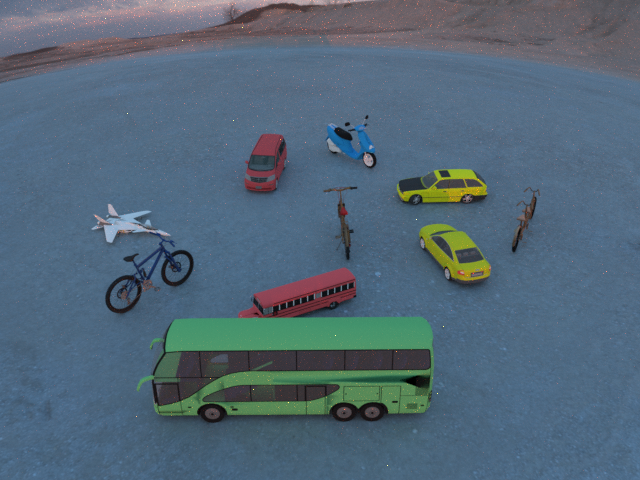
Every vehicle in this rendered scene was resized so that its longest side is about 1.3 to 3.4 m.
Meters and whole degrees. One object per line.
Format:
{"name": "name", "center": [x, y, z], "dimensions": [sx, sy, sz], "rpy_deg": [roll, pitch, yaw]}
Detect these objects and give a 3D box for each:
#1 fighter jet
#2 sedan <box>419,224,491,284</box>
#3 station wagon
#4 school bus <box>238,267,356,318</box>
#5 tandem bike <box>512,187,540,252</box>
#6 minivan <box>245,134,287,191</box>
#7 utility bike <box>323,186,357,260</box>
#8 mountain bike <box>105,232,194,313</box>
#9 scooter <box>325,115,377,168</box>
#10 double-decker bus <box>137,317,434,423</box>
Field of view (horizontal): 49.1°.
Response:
{"name": "fighter jet", "center": [-3.070, -0.275, 11.613], "dimensions": [1.358, 0.286, 1.147], "rpy_deg": [11, 32, 18]}
{"name": "sedan", "center": [2.041, 0.121, 10.737], "dimensions": [0.635, 0.483, 1.613], "rpy_deg": [-9, 31, -14]}
{"name": "station wagon", "center": [2.195, -0.988, 12.652], "dimensions": [1.597, 0.473, 0.682], "rpy_deg": [-2, 30, -3]}
{"name": "school bus", "center": [-0.316, 0.820, 9.587], "dimensions": [1.708, 0.434, 0.365], "rpy_deg": [-15, 33, -24]}
{"name": "tandem bike", "center": [3.354, -0.387, 11.412], "dimensions": [0.283, 0.682, 1.642], "rpy_deg": [14, 33, 23]}
{"name": "minivan", "center": [-1.025, -1.484, 13.361], "dimensions": [0.681, 0.616, 1.548], "rpy_deg": [4, 30, 6]}
{"name": "utility bike", "center": [0.330, -0.332, 11.056], "dimensions": [0.535, 0.946, 1.435], "rpy_deg": [-2, 30, -3]}
{"name": "mountain bike", "center": [-2.376, 0.443, 9.802], "dimensions": [0.573, 0.868, 1.469], "rpy_deg": [25, 39, 36]}
{"name": "scooter", "center": [0.612, -2.029, 13.995], "dimensions": [0.662, 0.919, 1.399], "rpy_deg": [-26, 39, -37]}
{"name": "double-decker bus", "center": [-0.362, 1.440, 7.908], "dimensions": [3.251, 1.052, 0.756], "rpy_deg": [0, 30, -1]}
